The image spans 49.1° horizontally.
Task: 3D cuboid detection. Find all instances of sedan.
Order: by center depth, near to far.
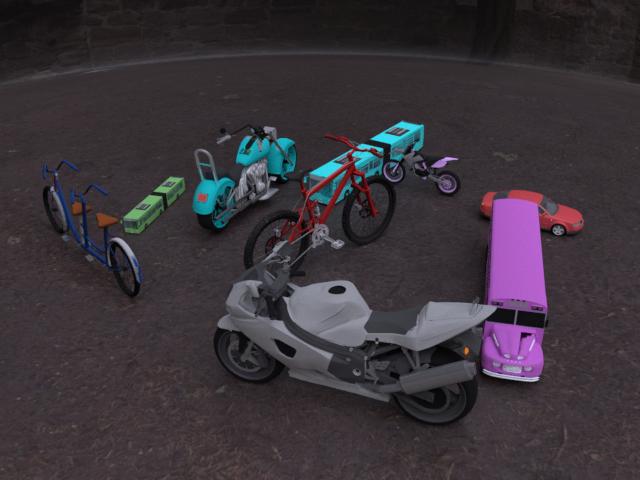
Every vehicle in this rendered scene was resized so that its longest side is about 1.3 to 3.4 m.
[{"bbox_3d":[3.383,-0.486,11.193,1.613,0.483,0.635,12,31,21],"label":"sedan"}]

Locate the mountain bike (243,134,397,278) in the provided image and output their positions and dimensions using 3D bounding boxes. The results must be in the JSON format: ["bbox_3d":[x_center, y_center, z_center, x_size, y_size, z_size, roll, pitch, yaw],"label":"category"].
[{"bbox_3d":[0.090,-0.429,9.819,2.857,1.688,1.114,-23,36,-36],"label":"mountain bike"}]

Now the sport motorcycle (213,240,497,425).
[{"bbox_3d":[0.231,1.026,7.215,2.955,1.596,0.983,9,30,16],"label":"sport motorcycle"}]

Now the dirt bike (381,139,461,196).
[{"bbox_3d":[1.763,-1.274,12.260,1.493,0.857,0.527,15,32,25],"label":"dirt bike"}]

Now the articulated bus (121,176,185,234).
[{"bbox_3d":[-2.726,-0.605,11.619,0.311,0.289,1.749,7,29,13],"label":"articulated bus"}]

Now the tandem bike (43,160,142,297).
[{"bbox_3d":[-3.326,-0.265,9.896,0.550,1.326,3.192,-22,35,-35],"label":"tandem bike"}]

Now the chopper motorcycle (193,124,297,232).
[{"bbox_3d":[-1.149,-1.248,11.556,0.906,1.480,3.040,12,31,21],"label":"chopper motorcycle"}]

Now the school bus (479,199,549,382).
[{"bbox_3d":[2.464,0.524,8.939,0.709,0.844,3.322,6,29,12],"label":"school bus"}]

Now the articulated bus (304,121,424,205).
[{"bbox_3d":[0.933,-1.487,12.968,0.605,0.561,3.401,18,33,30],"label":"articulated bus"}]
